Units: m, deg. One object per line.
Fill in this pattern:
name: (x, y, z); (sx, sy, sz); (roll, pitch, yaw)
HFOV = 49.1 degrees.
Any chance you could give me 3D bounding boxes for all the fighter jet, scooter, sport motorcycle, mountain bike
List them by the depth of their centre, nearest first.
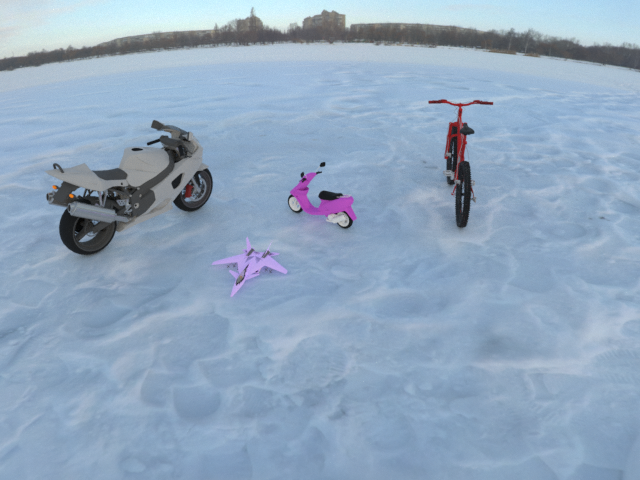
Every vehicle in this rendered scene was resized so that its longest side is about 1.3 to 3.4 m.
fighter jet: (-1.059, 0.393, 10.115); (1.147, 0.286, 1.358); (6, 28, 12)
sport motorcycle: (-2.874, -0.860, 11.087); (0.983, 1.596, 2.955); (22, 35, 35)
scooter: (0.013, -0.739, 11.584); (1.399, 0.919, 0.662); (19, 33, 32)
mountain bike: (2.401, -1.421, 12.054); (1.114, 1.688, 2.857); (2, 28, 4)
